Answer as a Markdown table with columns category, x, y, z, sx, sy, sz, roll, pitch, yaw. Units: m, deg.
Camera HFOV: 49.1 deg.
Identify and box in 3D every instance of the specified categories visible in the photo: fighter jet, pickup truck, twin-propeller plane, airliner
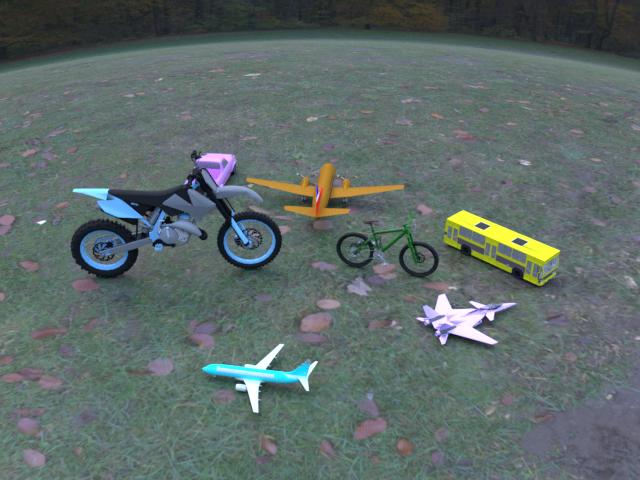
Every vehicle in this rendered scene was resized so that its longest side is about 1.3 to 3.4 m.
| category | x | y | z | sx | sy | sz | roll | pitch | yaw |
| --- | --- | --- | --- | --- | --- | --- | --- | --- | --- |
| fighter jet | 1.969 | 0.908 | 8.935 | 1.358 | 0.286 | 1.147 | -13 | 33 | -22 |
| pickup truck | -1.931 | -1.169 | 12.276 | 0.640 | 0.511 | 1.603 | 4 | 30 | 7 |
| twin-propeller plane | 0.055 | -0.913 | 11.558 | 2.663 | 0.792 | 2.129 | 3 | 30 | 5 |
| airliner | -0.712 | 1.441 | 7.880 | 1.307 | 0.429 | 1.161 | 6 | 31 | 10 |

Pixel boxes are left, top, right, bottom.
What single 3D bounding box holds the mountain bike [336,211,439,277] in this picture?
| category | x | y | z | sx | sy | sz | roll | pitch | yaw |
| --- | --- | --- | --- | --- | --- | --- | --- | --- | --- |
| mountain bike | 0.939 | 0.073 | 9.790 | 1.469 | 0.868 | 0.573 | 9 | 31 | 14 |

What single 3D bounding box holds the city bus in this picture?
| category | x | y | z | sx | sy | sz | roll | pitch | yaw |
| --- | --- | --- | --- | --- | --- | --- | --- | --- | --- |
| city bus | 2.592 | 0.112 | 10.129 | 0.476 | 0.460 | 1.674 | -25 | 39 | -36 |

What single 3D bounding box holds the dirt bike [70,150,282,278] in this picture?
| category | x | y | z | sx | sy | sz | roll | pitch | yaw |
| --- | --- | --- | --- | --- | --- | --- | --- | --- | --- |
| dirt bike | -1.980 | -0.263 | 9.574 | 2.903 | 1.666 | 1.024 | -3 | 30 | -5 |
